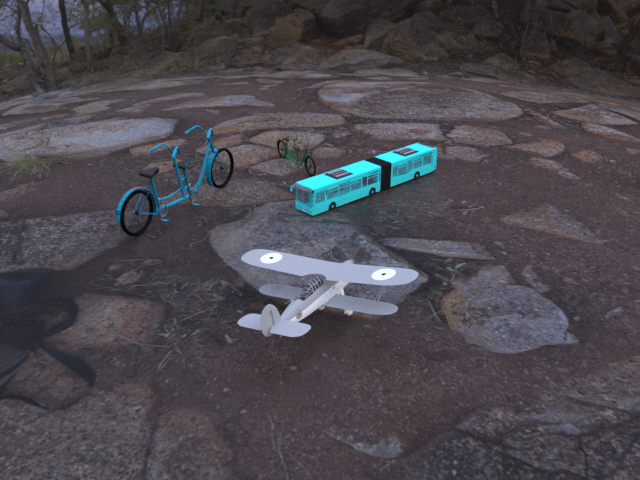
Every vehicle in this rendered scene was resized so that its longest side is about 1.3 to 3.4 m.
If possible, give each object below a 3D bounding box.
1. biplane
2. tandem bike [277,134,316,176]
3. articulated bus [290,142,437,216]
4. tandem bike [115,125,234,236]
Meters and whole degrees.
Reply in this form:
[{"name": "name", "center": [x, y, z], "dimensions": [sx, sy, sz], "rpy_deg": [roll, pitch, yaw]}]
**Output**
[{"name": "biplane", "center": [-0.123, 0.695, 8.895], "dimensions": [2.598, 0.981, 2.120], "rpy_deg": [16, 30, 29]}, {"name": "tandem bike", "center": [-0.501, -1.824, 14.328], "dimensions": [0.283, 0.682, 1.642], "rpy_deg": [-15, 30, -27]}, {"name": "articulated bus", "center": [0.936, -1.198, 13.199], "dimensions": [3.401, 0.561, 0.605], "rpy_deg": [-22, 34, -37]}, {"name": "tandem bike", "center": [-2.448, -1.132, 12.202], "dimensions": [0.550, 1.326, 3.192], "rpy_deg": [14, 29, 25]}]
